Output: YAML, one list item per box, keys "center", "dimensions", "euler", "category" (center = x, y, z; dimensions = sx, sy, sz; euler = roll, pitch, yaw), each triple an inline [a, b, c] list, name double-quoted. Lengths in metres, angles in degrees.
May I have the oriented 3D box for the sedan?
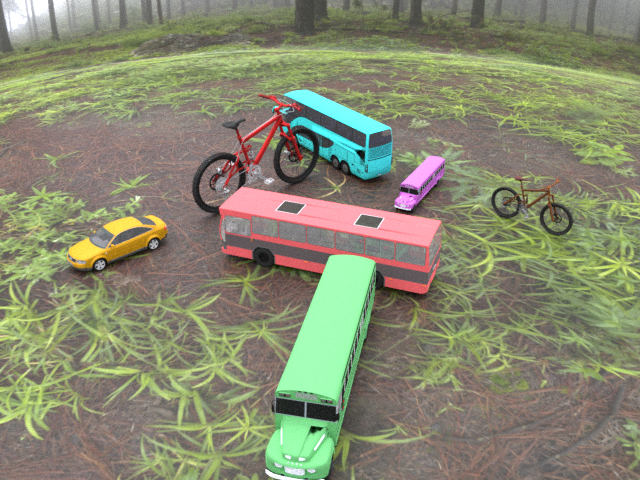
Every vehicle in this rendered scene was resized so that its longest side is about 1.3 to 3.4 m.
- center: [-3.158, -0.009, 10.927]
  dimensions: [1.613, 0.483, 0.635]
  euler: [-25, 38, -36]
  category: "sedan"

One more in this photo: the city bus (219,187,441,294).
- center: [0.124, 0.004, 10.490]
  dimensions: [3.255, 0.894, 0.926]
  euler: [11, 32, 18]
  category: "city bus"

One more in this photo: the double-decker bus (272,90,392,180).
- center: [0.203, -2.205, 14.185]
  dimensions: [0.756, 1.052, 3.251]
  euler: [-19, 35, -30]
  category: "double-decker bus"

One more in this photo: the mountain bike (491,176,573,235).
- center: [3.515, -0.624, 11.614]
  dimensions: [1.469, 0.868, 0.573]
  euler: [24, 38, 36]
  category: "mountain bike"

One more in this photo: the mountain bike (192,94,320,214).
- center: [-1.070, -1.534, 12.376]
  dimensions: [2.857, 1.688, 1.114]
  euler: [-25, 38, -36]
  category: "mountain bike"

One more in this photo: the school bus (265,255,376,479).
- center: [0.088, 1.355, 8.186]
  dimensions: [0.709, 0.844, 3.322]
  euler: [6, 30, 11]
  category: "school bus"

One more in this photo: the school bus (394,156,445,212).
- center: [1.828, -1.031, 12.760]
  dimensions: [0.365, 0.434, 1.708]
  euler: [15, 33, 24]
  category: "school bus"
